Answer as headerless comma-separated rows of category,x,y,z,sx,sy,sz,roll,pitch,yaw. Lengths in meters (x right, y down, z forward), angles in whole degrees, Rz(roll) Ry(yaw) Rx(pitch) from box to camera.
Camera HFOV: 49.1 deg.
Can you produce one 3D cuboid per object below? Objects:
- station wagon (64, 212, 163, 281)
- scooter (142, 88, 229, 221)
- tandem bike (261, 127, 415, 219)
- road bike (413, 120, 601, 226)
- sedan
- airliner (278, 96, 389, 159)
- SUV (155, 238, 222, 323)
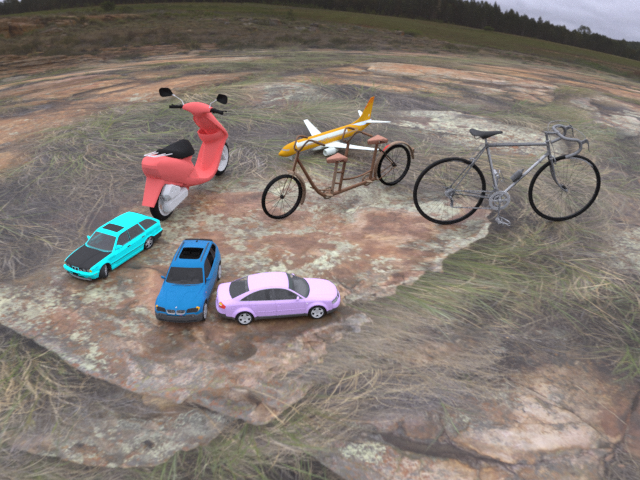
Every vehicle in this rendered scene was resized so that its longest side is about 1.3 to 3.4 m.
station wagon,-3.026,0.037,10.266,0.682,0.473,1.597,14,32,24
scooter,-2.216,-1.548,11.785,1.288,1.786,2.721,10,30,18
tandem bike,0.386,-1.257,11.735,3.192,1.326,0.550,-19,34,-30
road bike,2.956,-1.005,10.933,3.004,1.656,0.697,-2,29,-3
sedan,-0.540,0.699,9.052,1.613,0.483,0.635,-4,29,-7
airliner,0.185,-2.232,14.016,2.541,0.835,2.257,-22,36,-34
SUV,-1.732,0.505,9.304,0.656,0.580,1.572,2,29,3
